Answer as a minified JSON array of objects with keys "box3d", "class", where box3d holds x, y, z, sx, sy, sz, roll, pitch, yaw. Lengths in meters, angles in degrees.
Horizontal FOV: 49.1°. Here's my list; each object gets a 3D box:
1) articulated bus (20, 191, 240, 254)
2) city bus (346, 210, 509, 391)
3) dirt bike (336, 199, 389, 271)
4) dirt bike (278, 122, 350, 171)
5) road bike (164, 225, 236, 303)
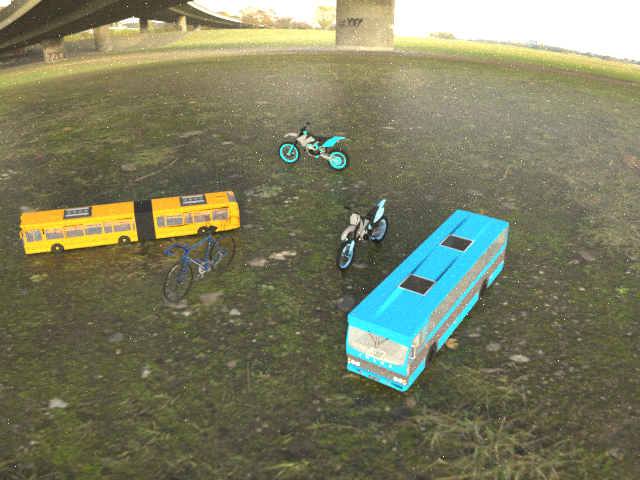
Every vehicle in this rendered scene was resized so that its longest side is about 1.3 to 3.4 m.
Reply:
[{"box3d":[-3.027,-0.299,11.310,3.401,0.561,0.605,-7,30,-13],"class":"articulated bus"},{"box3d":[1.506,0.686,9.202,0.926,0.894,3.255,17,33,28],"class":"city bus"},{"box3d":[0.672,-0.134,10.711,0.527,0.857,1.493,18,34,29],"class":"dirt bike"},{"box3d":[-0.133,-1.817,13.730,1.493,0.857,0.527,10,31,17],"class":"dirt bike"},{"box3d":[-1.697,0.276,9.980,0.358,0.852,1.545,17,33,28],"class":"road bike"}]
